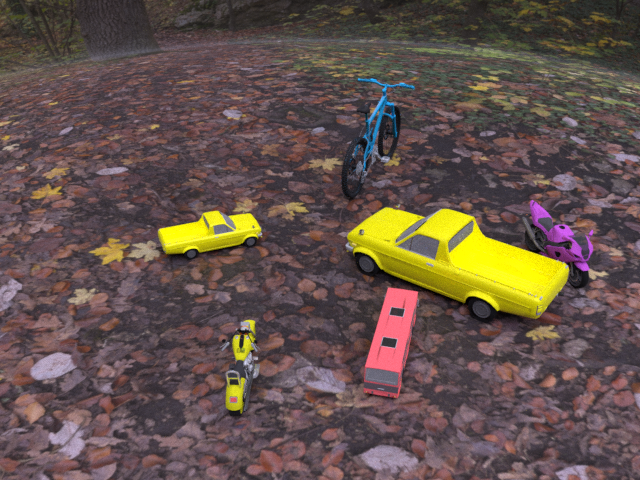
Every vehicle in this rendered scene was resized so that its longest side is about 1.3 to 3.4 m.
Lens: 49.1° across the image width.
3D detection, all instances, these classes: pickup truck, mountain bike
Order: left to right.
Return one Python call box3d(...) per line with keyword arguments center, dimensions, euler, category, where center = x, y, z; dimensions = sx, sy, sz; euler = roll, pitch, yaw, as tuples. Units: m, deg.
box3d(center=(-1.739, -0.133, 11.092), dimensions=(1.603, 0.511, 0.640), euler=(-12, 33, -19), category="pickup truck")
box3d(center=(1.010, -1.960, 13.003), dimensions=(1.114, 1.688, 2.857), euler=(13, 33, 21), category="mountain bike")
box3d(center=(1.903, 0.206, 10.055), dimensions=(3.117, 0.993, 1.244), euler=(21, 37, 31), category="pickup truck")

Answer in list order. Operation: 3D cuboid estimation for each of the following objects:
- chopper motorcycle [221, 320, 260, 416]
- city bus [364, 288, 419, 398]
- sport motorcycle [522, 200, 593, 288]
box3d(center=(-0.923, 1.376, 8.324), dimensions=(0.466, 0.761, 1.563), euler=(1, 31, 2), category="chopper motorcycle")
box3d(center=(0.911, 1.268, 8.798), dimensions=(0.476, 0.460, 1.674), euler=(7, 32, 12), category="city bus")
box3d(center=(3.547, 0.058, 10.472), dimensions=(0.506, 0.821, 1.520), euler=(-10, 32, -16), category="sport motorcycle")
